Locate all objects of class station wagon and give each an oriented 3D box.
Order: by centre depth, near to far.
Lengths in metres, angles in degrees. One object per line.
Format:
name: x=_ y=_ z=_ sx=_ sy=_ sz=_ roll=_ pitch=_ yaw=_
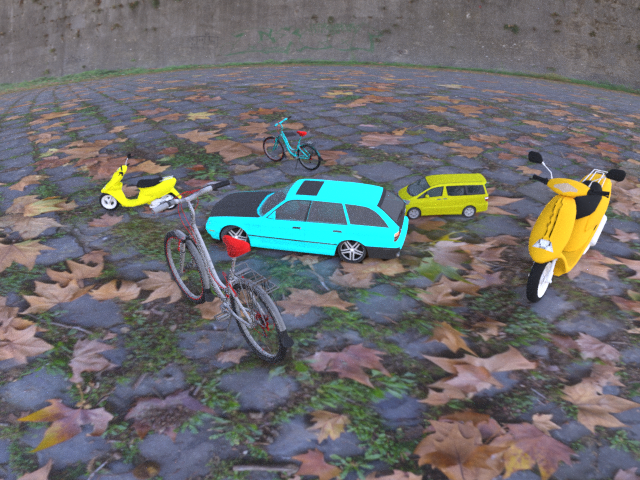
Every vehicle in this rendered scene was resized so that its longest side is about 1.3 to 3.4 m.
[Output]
station wagon: x=-0.212 y=-0.402 z=10.809 sx=3.105 sy=0.920 sz=1.327 roll=6 pitch=28 yaw=11

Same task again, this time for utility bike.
utility bike: x=-1.283 y=0.356 z=8.339 sx=1.039 sy=1.839 sz=2.791 roll=-21 pitch=34 yaw=-35
utility bike: x=-0.573 y=-1.857 z=13.601 sx=1.435 sy=0.946 sz=0.535 roll=17 pitch=32 yaw=29

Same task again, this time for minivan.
minivan: x=2.042 y=-0.761 z=11.838 sx=1.548 sy=0.616 sz=0.681 roll=-2 pitch=27 yaw=-4

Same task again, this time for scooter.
scooter: x=3.532 y=-0.365 z=9.793 sx=1.288 sy=1.786 sz=2.721 roll=19 pitch=33 yaw=32
scooter: x=-3.066 y=-0.926 z=11.826 sx=1.399 sy=0.919 sz=0.662 roll=-1 pitch=27 yaw=-1
